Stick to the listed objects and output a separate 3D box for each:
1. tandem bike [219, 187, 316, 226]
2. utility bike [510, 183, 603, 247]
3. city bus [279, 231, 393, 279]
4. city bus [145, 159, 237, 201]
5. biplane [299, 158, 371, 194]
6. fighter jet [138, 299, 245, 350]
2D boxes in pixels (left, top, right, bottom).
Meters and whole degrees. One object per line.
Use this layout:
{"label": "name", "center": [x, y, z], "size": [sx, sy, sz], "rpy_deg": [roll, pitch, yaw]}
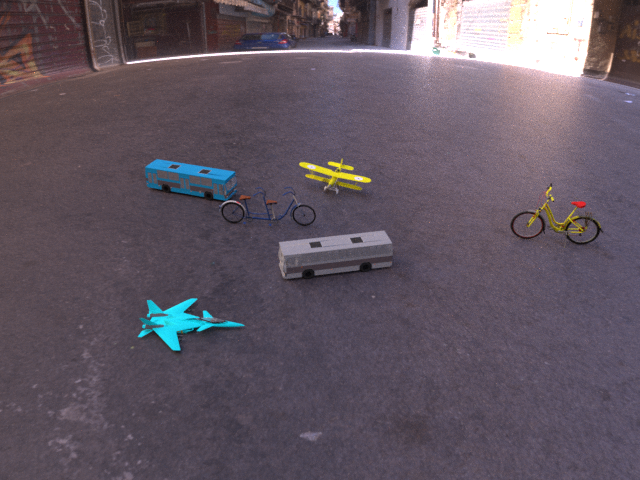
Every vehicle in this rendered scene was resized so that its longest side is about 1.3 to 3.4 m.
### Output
{"label": "tandem bike", "center": [-0.887, -0.560, 11.705], "size": [1.642, 0.682, 0.283], "rpy_deg": [2, 30, 4]}
{"label": "utility bike", "center": [3.775, -0.346, 11.065], "size": [1.435, 0.946, 0.535], "rpy_deg": [6, 30, 10]}
{"label": "city bus", "center": [0.233, 0.236, 10.538], "size": [1.674, 0.460, 0.476], "rpy_deg": [-6, 30, -11]}
{"label": "city bus", "center": [-2.369, -1.088, 12.852], "size": [1.674, 0.460, 0.476], "rpy_deg": [10, 31, 18]}
{"label": "biplane", "center": [0.314, -1.189, 12.983], "size": [1.336, 0.504, 1.090], "rpy_deg": [7, 31, 12]}
{"label": "fighter jet", "center": [-1.682, 1.048, 9.293], "size": [1.358, 0.286, 1.147], "rpy_deg": [1, 30, 2]}
